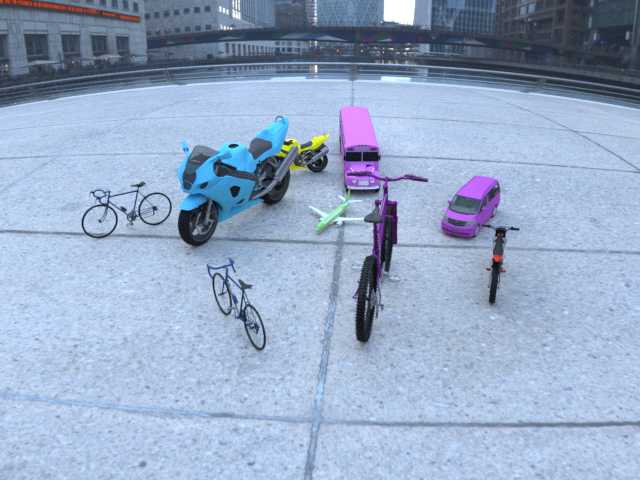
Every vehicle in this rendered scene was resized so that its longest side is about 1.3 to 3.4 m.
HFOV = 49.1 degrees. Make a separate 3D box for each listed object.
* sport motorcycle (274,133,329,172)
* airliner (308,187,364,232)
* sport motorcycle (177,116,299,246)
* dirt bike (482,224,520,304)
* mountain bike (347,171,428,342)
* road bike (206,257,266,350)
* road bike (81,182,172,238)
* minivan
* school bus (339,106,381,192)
[{"bbox_3d":[-0.544,-1.715,14.104,1.520,0.821,0.506,-7,27,-14],"label":"sport motorcycle"},{"bbox_3d":[0.248,-0.516,12.107,1.161,0.429,1.307,13,29,25],"label":"airliner"},{"bbox_3d":[-1.393,-1.050,11.871,0.983,1.596,2.955,15,30,28],"label":"sport motorcycle"},{"bbox_3d":[2.541,0.255,10.053,0.527,0.857,1.493,7,27,14],"label":"dirt bike"},{"bbox_3d":[0.796,0.090,9.446,1.114,1.688,2.857,6,27,11],"label":"mountain bike"},{"bbox_3d":[-1.065,0.788,8.974,0.358,0.852,1.545,-15,30,-28],"label":"road bike"},{"bbox_3d":[-3.212,-0.532,11.660,1.545,0.852,0.358,-16,30,-29],"label":"road bike"},{"bbox_3d":[2.613,-0.588,12.042,0.681,0.616,1.548,15,30,27],"label":"minivan"},{"bbox_3d":[0.790,-1.919,14.494,0.709,0.844,3.322,0,26,-1],"label":"school bus"}]
